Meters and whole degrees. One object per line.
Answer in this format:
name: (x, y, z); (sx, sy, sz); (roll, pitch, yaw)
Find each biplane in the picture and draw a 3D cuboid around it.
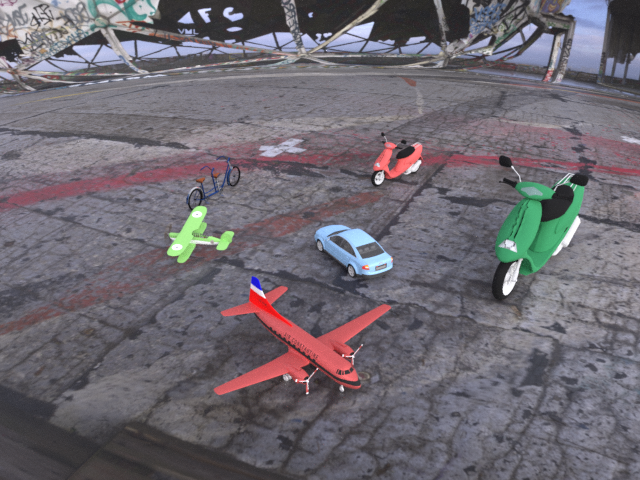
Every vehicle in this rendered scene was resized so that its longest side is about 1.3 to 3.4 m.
biplane: (-1.903, -0.012, 10.956); (1.090, 0.504, 1.336); (6, 28, 10)

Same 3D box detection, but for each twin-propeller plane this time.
twin-propeller plane: (-0.242, 1.137, 8.458); (2.663, 0.792, 2.129); (-22, 35, -35)

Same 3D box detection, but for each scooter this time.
scooter: (3.242, -0.348, 10.216); (1.288, 1.786, 2.721); (21, 34, 34)
scooter: (1.513, -1.606, 13.546); (1.399, 0.919, 0.662); (-22, 35, -35)

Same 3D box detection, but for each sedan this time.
sedan: (0.488, 0.091, 10.782); (0.635, 0.483, 1.613); (-15, 31, -27)

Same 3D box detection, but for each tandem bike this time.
tandem bike: (-1.937, -1.082, 12.802); (0.283, 0.682, 1.642); (14, 31, 25)
